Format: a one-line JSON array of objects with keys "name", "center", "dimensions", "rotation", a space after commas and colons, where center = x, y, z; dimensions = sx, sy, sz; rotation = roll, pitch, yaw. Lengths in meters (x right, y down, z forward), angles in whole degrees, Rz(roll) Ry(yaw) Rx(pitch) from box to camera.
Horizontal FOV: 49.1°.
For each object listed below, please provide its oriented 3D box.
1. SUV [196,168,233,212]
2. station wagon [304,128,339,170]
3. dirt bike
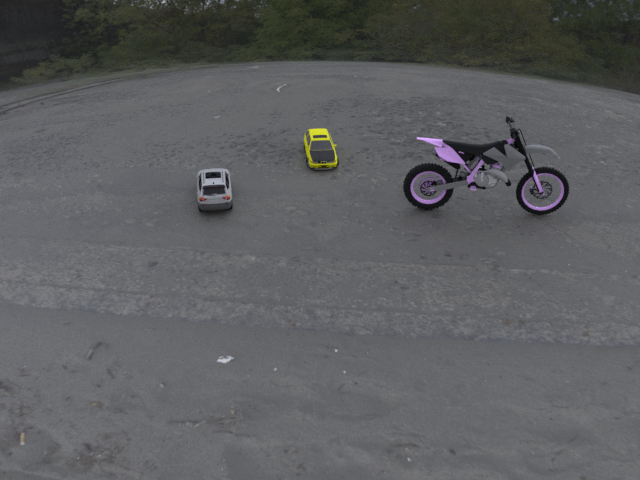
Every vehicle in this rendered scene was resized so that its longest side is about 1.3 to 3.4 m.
[{"name": "SUV", "center": [-1.975, -1.030, 13.061], "dimensions": [0.656, 0.580, 1.572], "rotation": [-4, 29, -8]}, {"name": "station wagon", "center": [0.002, -1.971, 14.896], "dimensions": [0.682, 0.473, 1.597], "rotation": [-3, 29, -5]}, {"name": "dirt bike", "center": [2.945, -1.244, 12.318], "dimensions": [2.903, 1.666, 1.024], "rotation": [3, 29, 6]}]
